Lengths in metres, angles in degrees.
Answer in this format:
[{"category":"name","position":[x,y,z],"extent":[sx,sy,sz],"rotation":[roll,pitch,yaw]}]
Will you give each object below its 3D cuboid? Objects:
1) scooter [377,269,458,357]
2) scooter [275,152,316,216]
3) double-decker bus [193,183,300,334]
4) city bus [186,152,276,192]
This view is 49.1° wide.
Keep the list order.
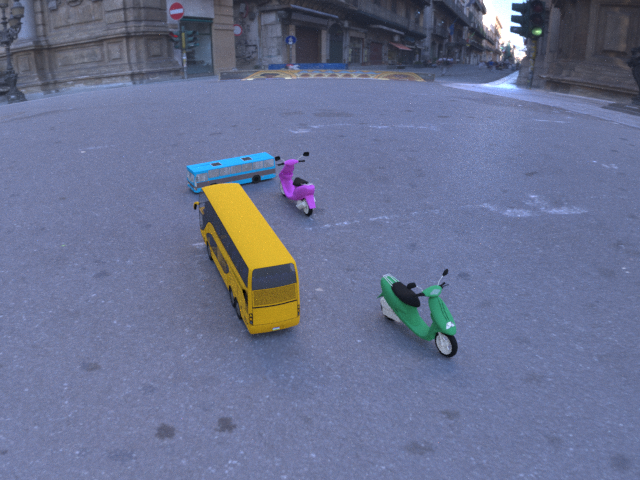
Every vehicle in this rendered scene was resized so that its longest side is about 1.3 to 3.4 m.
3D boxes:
[{"category":"scooter","position":[1.186,0.781,8.560],"extent":[0.662,0.919,1.399],"rotation":[-17,31,-32]},{"category":"scooter","position":[-0.421,-1.029,12.341],"extent":[0.662,0.919,1.399],"rotation":[-12,28,-23]},{"category":"double-decker bus","position":[-1.088,0.113,9.802],"extent":[0.756,1.052,3.251],"rotation":[-9,27,-18]},{"category":"city bus","position":[-1.690,-1.283,13.404],"extent":[1.674,0.460,0.476],"rotation":[-14,29,-27]}]
